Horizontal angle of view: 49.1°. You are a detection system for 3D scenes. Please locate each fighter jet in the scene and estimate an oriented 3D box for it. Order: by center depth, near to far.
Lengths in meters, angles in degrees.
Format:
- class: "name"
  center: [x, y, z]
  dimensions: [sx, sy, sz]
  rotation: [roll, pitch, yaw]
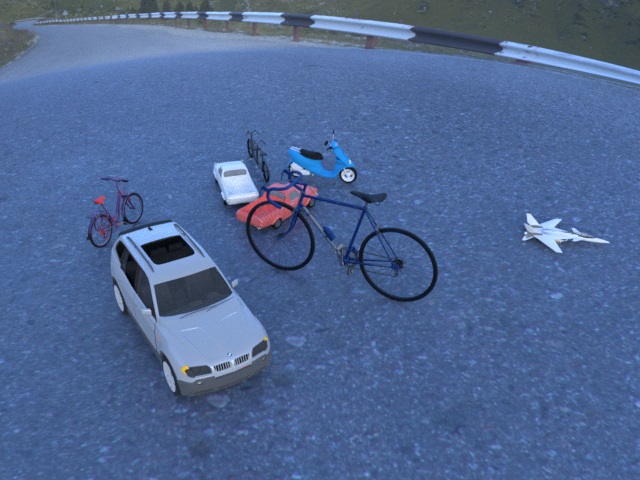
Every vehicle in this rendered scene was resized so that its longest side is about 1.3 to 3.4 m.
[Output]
- class: "fighter jet"
  center: [3.995, -0.127, 11.334]
  dimensions: [1.358, 0.286, 1.147]
  rotation: [8, 31, 14]

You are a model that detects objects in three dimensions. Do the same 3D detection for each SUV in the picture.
- class: "SUV"
  center: [-1.768, 0.737, 8.997]
  dimensions: [1.276, 1.128, 3.058]
  rotation: [-17, 34, -27]

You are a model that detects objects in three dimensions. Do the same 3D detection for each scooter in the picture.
- class: "scooter"
  center: [0.022, -1.546, 13.159]
  dimensions: [1.399, 0.919, 0.662]
  rotation: [7, 31, 12]

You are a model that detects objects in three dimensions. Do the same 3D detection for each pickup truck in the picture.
- class: "pickup truck"
  center: [-0.712, -0.652, 12.019]
  dimensions: [0.640, 0.511, 1.603]
  rotation: [20, 36, 31]
- class: "pickup truck"
  center: [-1.548, -1.089, 12.776]
  dimensions: [0.640, 0.511, 1.603]
  rotation: [-8, 31, -14]

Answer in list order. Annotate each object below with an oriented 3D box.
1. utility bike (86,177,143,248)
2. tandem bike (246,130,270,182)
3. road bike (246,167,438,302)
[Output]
- class: "utility bike"
  center: [-3.375, -0.511, 11.341]
  dimensions: [0.535, 0.946, 1.435]
  rotation: [12, 32, 20]
- class: "tandem bike"
  center: [-1.215, -1.688, 13.641]
  dimensions: [0.283, 0.682, 1.642]
  rotation: [-10, 31, -16]
- class: "road bike"
  center: [0.236, -0.068, 9.864]
  dimensions: [3.004, 1.656, 0.697]
  rotation: [14, 33, 22]
